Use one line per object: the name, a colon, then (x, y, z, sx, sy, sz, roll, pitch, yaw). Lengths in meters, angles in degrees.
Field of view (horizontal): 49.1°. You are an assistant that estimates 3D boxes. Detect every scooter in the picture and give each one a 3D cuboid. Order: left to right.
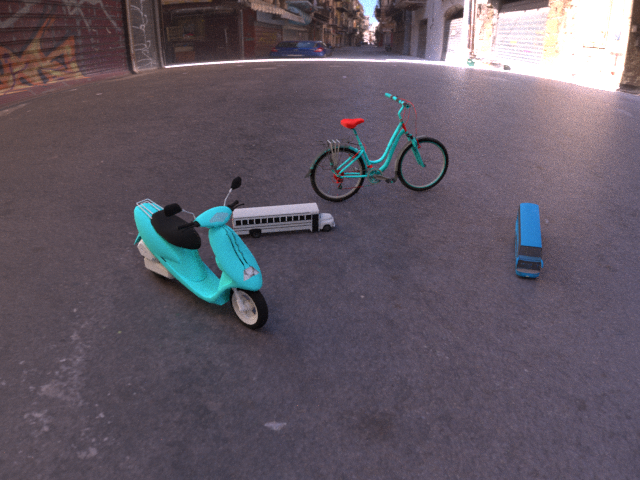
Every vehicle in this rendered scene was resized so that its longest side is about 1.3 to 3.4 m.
scooter: (-1.711, 0.049, 9.566, 2.721, 1.786, 1.288, 23, 36, 35)

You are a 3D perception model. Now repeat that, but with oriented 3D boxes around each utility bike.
utility bike: (1.035, -1.679, 12.677, 2.791, 1.839, 1.039, -8, 30, -14)

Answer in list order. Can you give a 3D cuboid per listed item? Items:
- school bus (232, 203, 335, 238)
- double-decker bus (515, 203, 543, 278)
school bus: (-0.606, -0.340, 11.690, 1.708, 0.434, 0.365, -5, 29, -9)
double-decker bus: (3.258, 0.000, 10.956, 0.389, 0.541, 1.672, 7, 29, 12)
